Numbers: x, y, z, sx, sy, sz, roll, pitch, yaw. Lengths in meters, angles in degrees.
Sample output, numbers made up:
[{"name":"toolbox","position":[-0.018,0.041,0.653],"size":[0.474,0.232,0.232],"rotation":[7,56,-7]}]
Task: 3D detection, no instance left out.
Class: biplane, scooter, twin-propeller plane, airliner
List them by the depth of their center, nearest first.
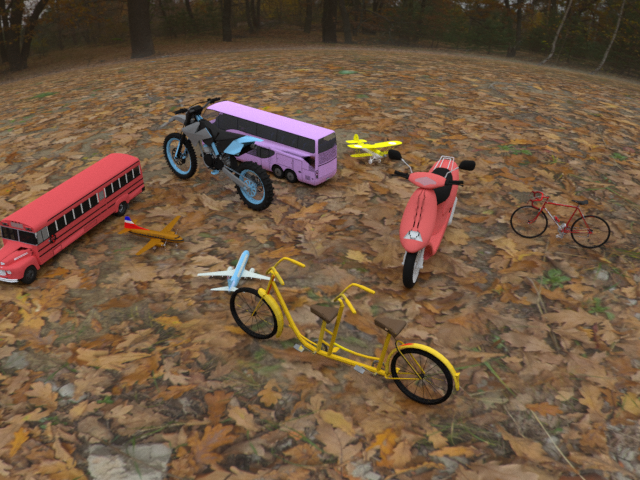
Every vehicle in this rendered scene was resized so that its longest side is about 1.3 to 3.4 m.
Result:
[{"name":"airliner","position":[-1.218,0.393,10.392],"size":[1.161,0.429,1.307],"rotation":[3,30,6]},{"name":"scooter","position":[1.704,-0.593,10.744],"size":[1.288,1.786,2.721],"rotation":[11,32,18]},{"name":"twin-propeller plane","position":[-2.692,-0.132,11.327],"size":[1.095,0.407,1.370],"rotation":[9,31,16]},{"name":"biplane","position":[1.019,-1.862,14.235],"size":[1.336,0.504,1.090],"rotation":[-19,35,-29]}]

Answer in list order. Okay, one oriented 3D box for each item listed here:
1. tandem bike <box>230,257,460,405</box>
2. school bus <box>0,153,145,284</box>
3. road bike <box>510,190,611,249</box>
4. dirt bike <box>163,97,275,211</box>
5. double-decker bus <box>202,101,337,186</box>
[{"name":"tandem bike","position":[0.180,1.034,8.381],"size":[3.192,1.326,0.550],"rotation":[17,34,27]},{"name":"school bus","position":[-4.081,-0.422,11.392],"size":[0.709,0.844,3.322],"rotation":[11,32,18]},{"name":"road bike","position":[3.852,-0.321,11.209],"size":[1.545,0.852,0.358],"rotation":[10,32,17]},{"name":"dirt bike","position":[-1.925,-1.591,12.599],"size":[2.903,1.666,1.024],"rotation":[23,37,34]},{"name":"double-decker bus","position":[-1.109,-1.966,13.867],"size":[3.251,1.052,0.756],"rotation":[21,36,32]}]
